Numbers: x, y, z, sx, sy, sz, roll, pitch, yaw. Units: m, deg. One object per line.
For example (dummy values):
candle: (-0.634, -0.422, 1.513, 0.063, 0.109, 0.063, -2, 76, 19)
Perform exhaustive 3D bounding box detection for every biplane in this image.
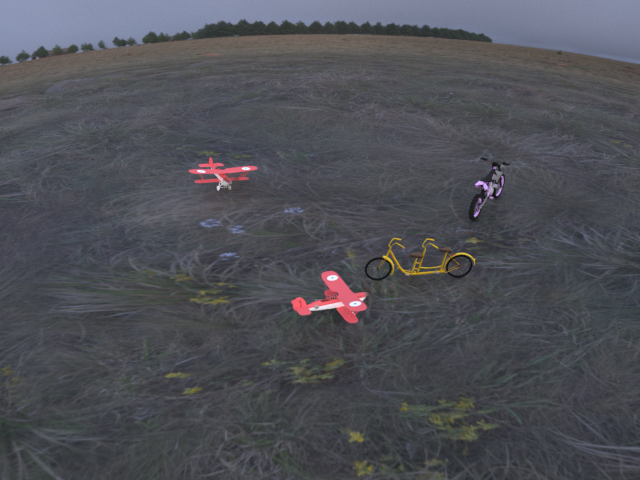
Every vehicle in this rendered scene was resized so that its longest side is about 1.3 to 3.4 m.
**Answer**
biplane: (-1.859, -1.248, 13.147, 1.336, 0.504, 1.090, -16, 33, -26)
biplane: (0.154, 0.826, 9.477, 1.090, 0.504, 1.336, -9, 31, -16)

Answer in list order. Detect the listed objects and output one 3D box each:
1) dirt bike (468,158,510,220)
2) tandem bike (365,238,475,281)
dirt bike: (2.951, -0.943, 12.249, 0.527, 0.857, 1.493, 18, 34, 29)
tandem bike: (1.477, 0.286, 10.253, 1.642, 0.682, 0.283, -2, 30, -4)
